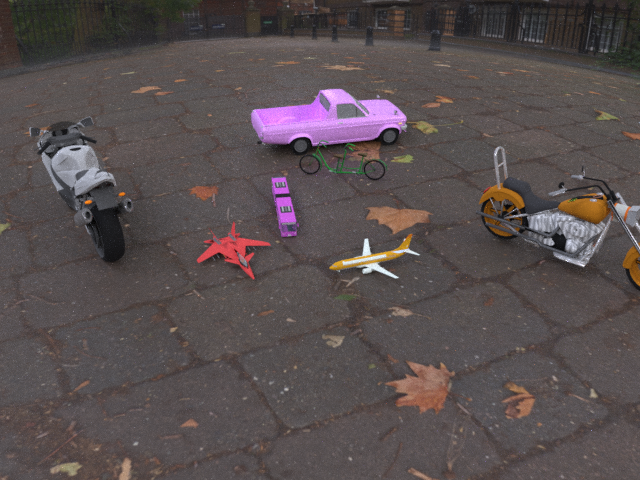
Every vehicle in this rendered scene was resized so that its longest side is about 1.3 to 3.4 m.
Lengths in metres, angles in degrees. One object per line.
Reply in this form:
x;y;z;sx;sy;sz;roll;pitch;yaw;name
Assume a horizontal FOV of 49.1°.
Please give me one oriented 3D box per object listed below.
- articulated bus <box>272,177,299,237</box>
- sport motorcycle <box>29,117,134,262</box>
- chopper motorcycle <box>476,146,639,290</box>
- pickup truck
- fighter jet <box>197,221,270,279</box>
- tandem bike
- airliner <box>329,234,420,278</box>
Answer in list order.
-0.608;-0.580;11.650;0.311;0.289;1.749;-4;30;-7;articulated bus
-3.644;-0.829;10.769;0.983;1.596;2.955;-17;34;-28;sport motorcycle
3.688;-0.303;9.968;3.040;1.480;0.906;22;37;34;chopper motorcycle
0.187;-2.482;14.262;3.117;0.993;1.244;-8;31;-14;pickup truck
-1.231;0.174;10.336;1.147;0.286;1.358;-14;33;-23;fighter jet
0.419;-1.454;12.780;1.642;0.682;0.283;6;30;10;tandem bike
0.753;0.197;10.151;1.307;0.429;1.161;-9;31;-16;airliner
